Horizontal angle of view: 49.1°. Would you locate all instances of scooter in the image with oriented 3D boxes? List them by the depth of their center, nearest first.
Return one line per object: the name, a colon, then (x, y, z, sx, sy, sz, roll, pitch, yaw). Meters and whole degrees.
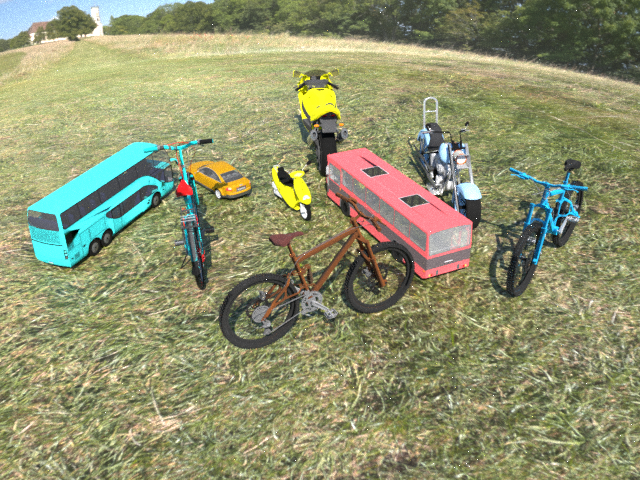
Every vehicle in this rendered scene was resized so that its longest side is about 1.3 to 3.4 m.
scooter: (-0.513, -0.982, 12.383, 0.662, 0.919, 1.399, -16, 33, -26)

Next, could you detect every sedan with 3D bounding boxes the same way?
sedan: (-1.940, -1.226, 13.252, 0.635, 0.483, 1.613, -23, 37, -34)

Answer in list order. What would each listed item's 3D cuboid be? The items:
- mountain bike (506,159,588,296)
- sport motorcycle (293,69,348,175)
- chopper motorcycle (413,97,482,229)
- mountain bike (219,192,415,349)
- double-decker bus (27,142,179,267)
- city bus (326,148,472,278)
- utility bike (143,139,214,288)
mountain bike: (3.452, -0.331, 10.464, 1.114, 1.688, 2.857, 20, 35, 31)
sport motorcycle: (0.010, -2.488, 14.343, 0.983, 1.596, 2.955, -4, 30, -6)
chopper motorcycle: (2.309, -1.436, 12.614, 0.906, 1.480, 3.040, -4, 30, -7)
mountain bike: (0.032, 0.454, 9.084, 2.857, 1.688, 1.114, -14, 32, -23)
double-decker bus: (-3.533, -0.713, 11.776, 0.756, 1.052, 3.251, 10, 31, 18)
city bus: (1.185, -0.503, 11.566, 0.926, 0.894, 3.255, -14, 32, -23)
utility bike: (-2.062, -0.519, 10.640, 1.039, 1.839, 2.791, -5, 30, -9)
